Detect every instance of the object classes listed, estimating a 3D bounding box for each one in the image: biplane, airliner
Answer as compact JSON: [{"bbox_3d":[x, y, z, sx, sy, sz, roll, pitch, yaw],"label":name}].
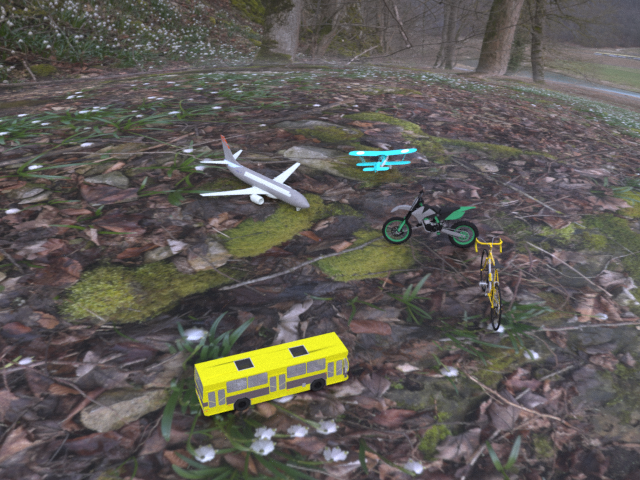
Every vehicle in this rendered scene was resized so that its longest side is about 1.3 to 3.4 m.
[{"bbox_3d":[1.167,-1.519,13.570,1.336,0.504,1.090,8,28,15],"label":"biplane"},{"bbox_3d":[-1.044,-1.202,12.595,2.257,0.835,2.541,-23,35,-37],"label":"airliner"}]

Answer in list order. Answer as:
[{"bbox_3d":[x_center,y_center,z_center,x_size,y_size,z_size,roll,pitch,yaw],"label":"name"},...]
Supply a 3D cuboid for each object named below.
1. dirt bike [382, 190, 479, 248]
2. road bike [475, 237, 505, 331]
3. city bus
[{"bbox_3d":[1.710,-0.283,10.792,1.493,0.857,0.527,3,27,6],"label":"dirt bike"},{"bbox_3d":[2.261,0.523,9.237,0.358,0.852,1.545,2,27,3],"label":"road bike"},{"bbox_3d":[-0.523,1.492,7.785,1.674,0.460,0.476,-10,29,-19],"label":"city bus"}]
